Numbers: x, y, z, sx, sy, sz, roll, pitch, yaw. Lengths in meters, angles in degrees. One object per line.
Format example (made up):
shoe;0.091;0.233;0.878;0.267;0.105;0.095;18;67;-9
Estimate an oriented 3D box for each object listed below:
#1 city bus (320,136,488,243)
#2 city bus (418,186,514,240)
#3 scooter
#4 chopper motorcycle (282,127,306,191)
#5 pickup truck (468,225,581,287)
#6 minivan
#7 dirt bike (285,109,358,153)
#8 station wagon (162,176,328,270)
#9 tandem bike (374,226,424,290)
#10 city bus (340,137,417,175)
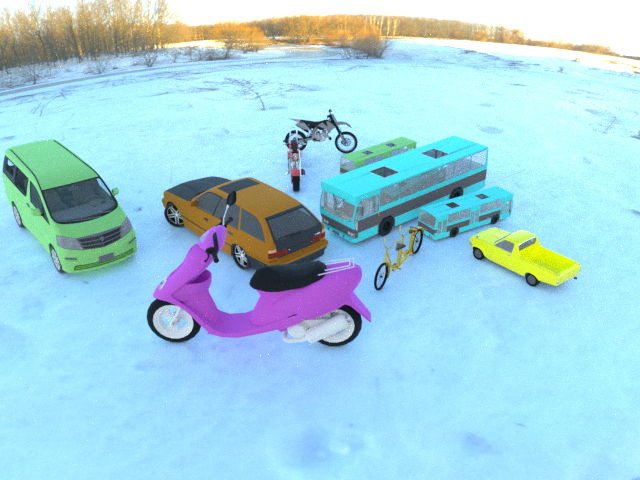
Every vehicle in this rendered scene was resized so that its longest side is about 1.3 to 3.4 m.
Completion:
city bus;1.473;-0.877;11.718;3.255;0.894;0.926;-22;35;-35
city bus;2.372;-0.428;11.337;1.674;0.460;0.476;-16;32;-28
scooter;-0.748;0.484;8.218;2.721;1.786;1.288;1;28;2
chopper motorcycle;-0.473;-1.521;13.067;0.466;0.761;1.563;-2;28;-3
pickup truck;2.935;0.187;10.130;0.640;0.511;1.603;-21;34;-34
minivan;-3.945;-0.583;10.845;1.324;1.197;3.011;-20;34;-33
dirt bike;0.023;-2.176;14.192;1.493;0.857;0.527;3;28;5
station wagon;-1.280;-0.455;10.899;1.327;0.920;3.105;-23;36;-36
tandem bike;1.165;0.132;10.051;0.283;0.682;1.642;16;32;27
city bus;1.134;-1.534;13.410;1.674;0.460;0.476;-22;35;-35
